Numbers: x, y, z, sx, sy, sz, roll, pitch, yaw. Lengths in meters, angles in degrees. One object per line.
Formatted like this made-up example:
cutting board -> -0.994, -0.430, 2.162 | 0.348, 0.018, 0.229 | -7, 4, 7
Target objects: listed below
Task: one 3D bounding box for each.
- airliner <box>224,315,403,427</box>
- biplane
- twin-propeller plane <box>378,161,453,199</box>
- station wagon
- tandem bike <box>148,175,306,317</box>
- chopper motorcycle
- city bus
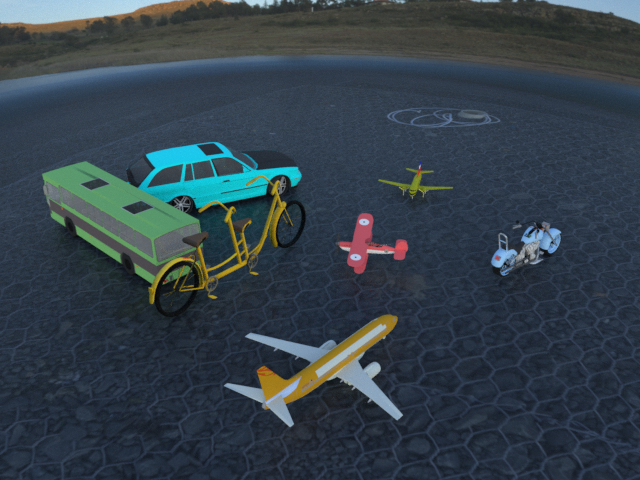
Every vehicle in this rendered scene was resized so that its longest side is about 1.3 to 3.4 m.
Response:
airliner -> 0.162, 1.238, 8.035 | 2.257, 0.835, 2.541 | 22, 35, 35
biplane -> 0.765, 0.124, 10.483 | 1.090, 0.504, 1.336 | 5, 28, 10
twin-propeller plane -> 1.770, -1.098, 12.885 | 1.370, 0.407, 1.095 | 7, 29, 13
station wagon -> -1.873, -1.221, 12.569 | 3.105, 0.920, 1.327 | -13, 31, -23
tandem bike -> -1.198, -0.026, 9.889 | 0.550, 1.326, 3.192 | 19, 34, 32
chopper motorcycle -> 3.101, 0.040, 10.367 | 1.563, 0.761, 0.466 | -21, 34, -34
city bus -> -3.111, -0.291, 10.847 | 3.255, 0.894, 0.926 | 25, 37, 38
